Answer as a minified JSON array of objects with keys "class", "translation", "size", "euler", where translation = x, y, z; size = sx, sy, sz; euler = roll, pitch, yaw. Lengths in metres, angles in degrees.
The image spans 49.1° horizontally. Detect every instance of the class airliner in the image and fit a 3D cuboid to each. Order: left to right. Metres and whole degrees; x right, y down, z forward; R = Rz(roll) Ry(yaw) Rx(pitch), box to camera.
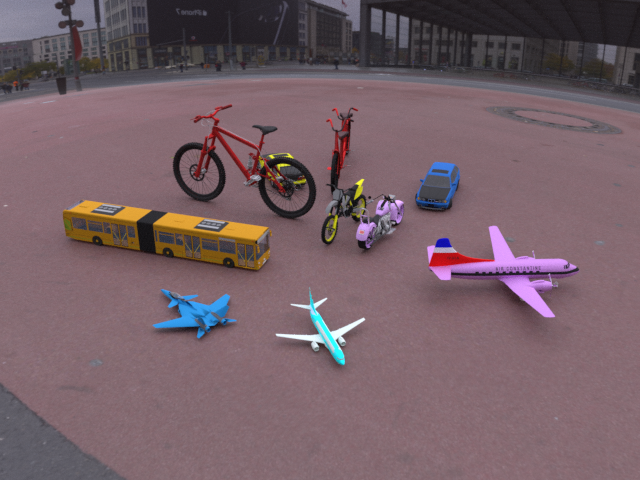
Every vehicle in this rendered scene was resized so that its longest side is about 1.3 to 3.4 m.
[{"class":"airliner","translation":[0.062,1.054,8.546],"size":[1.161,0.429,1.307],"euler":[-8,27,-17]}]

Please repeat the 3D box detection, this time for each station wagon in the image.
[{"class":"station wagon","translation":[-0.774,-1.442,13.666],"size":[0.682,0.473,1.597],"euler":[-9,27,-17]},{"class":"station wagon","translation":[2.176,-1.027,12.806],"size":[0.682,0.473,1.597],"euler":[8,27,16]}]

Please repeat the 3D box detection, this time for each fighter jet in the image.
[{"class":"fighter jet","translation":[-1.736,0.822,9.192],"size":[1.147,0.286,1.358],"euler":[-22,33,-38]}]

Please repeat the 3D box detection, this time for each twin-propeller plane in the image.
[{"class":"twin-propeller plane","translation":[2.556,0.314,9.663],"size":[2.129,0.792,2.663],"euler":[-1,26,-2]}]

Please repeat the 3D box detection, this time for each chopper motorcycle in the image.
[{"class":"chopper motorcycle","translation":[0.995,-0.396,11.169],"size":[0.466,0.761,1.563],"euler":[14,29,26]}]

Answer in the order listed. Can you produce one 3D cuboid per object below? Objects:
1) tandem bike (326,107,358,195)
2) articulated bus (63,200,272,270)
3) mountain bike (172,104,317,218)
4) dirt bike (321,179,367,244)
[{"class":"tandem bike","translation":[0.433,-1.960,13.758],"size":[0.550,1.326,3.192],"euler":[3,26,7]},{"class":"articulated bus","translation":[-2.385,-0.101,10.787],"size":[3.401,0.561,0.605],"euler":[9,27,17]},{"class":"mountain bike","translation":[-1.356,-1.319,12.013],"size":[2.857,1.688,1.114],"euler":[12,28,23]},{"class":"dirt bike","translation":[0.411,-0.524,11.323],"size":[0.527,0.857,1.493],"euler":[14,29,26]}]
